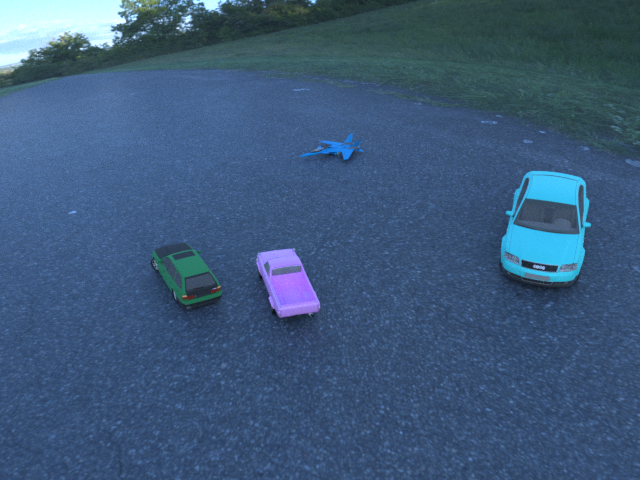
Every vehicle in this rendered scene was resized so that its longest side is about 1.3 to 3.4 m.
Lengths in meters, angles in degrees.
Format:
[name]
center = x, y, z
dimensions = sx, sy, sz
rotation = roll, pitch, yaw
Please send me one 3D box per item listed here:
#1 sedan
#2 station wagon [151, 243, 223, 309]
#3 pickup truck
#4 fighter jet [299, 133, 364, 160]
[sedan]
center = 3.563, -0.345, 10.946
dimensions = 1.235, 0.940, 3.137
rotation = 10, 30, 18
[station wagon]
center = -1.948, 0.403, 10.060
dimensions = 0.682, 0.473, 1.597
rotation = -14, 32, -24
[pickup truck]
center = -0.469, 0.544, 9.762
dimensions = 0.640, 0.511, 1.603
rotation = -7, 29, -13
[fighter jet]
center = 0.185, -1.915, 14.509
dimensions = 1.358, 0.286, 1.147
rotation = -13, 31, -22
